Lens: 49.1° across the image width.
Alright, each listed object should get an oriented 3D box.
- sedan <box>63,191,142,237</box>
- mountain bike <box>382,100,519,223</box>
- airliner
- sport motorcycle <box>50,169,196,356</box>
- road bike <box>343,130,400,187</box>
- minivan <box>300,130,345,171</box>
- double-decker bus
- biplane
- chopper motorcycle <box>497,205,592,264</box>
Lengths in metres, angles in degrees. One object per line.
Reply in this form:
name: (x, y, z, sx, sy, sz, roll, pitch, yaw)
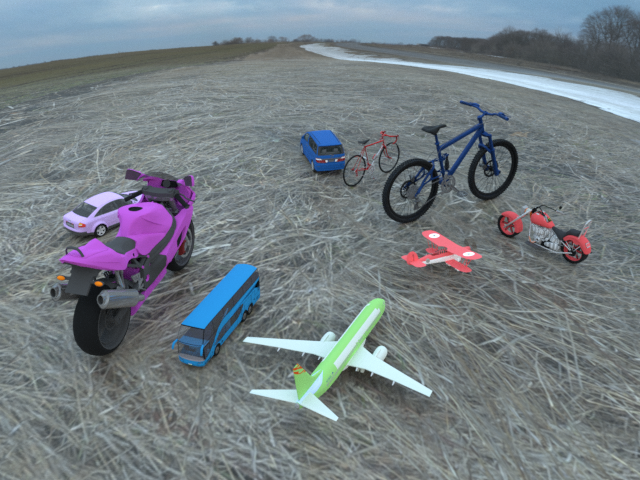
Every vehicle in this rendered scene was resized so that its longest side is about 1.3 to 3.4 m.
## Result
sedan: (-3.379, -0.517, 11.361, 0.635, 0.483, 1.613, 20, 34, 33)
mountain bike: (2.220, -1.258, 11.478, 2.857, 1.688, 1.114, -15, 31, -27)
airliner: (0.266, 1.099, 7.895, 2.257, 0.835, 2.541, 12, 30, 22)
sport motorcycle: (-2.293, 0.164, 8.861, 0.983, 1.596, 2.955, 7, 28, 13)
road bike: (0.966, -1.515, 12.870, 1.545, 0.852, 0.358, -24, 36, -38)
minivan: (0.032, -1.822, 13.710, 0.681, 0.616, 1.548, -6, 28, -12)
double-decker bus: (-1.220, 0.906, 8.582, 0.389, 0.541, 1.672, 9, 29, 17)
biplane: (1.698, 0.217, 9.936, 1.090, 0.504, 1.336, -11, 30, -20)
chopper motorcycle: (3.336, -0.193, 10.444, 0.466, 0.761, 1.563, -20, 34, -34)
